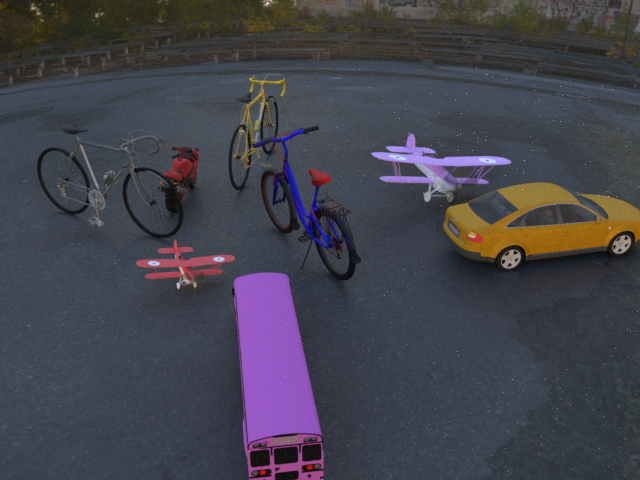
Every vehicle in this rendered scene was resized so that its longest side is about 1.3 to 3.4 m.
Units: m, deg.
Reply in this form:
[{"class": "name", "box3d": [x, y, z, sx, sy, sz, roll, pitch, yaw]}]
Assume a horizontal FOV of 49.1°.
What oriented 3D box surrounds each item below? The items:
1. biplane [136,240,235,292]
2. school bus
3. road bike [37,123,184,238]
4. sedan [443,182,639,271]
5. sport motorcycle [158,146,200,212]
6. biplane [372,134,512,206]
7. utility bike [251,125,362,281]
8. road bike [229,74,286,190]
[{"class": "biplane", "box3d": [-1.863, 0.337, 9.659, 1.336, 0.504, 1.090, -12, 30, -21]}, {"class": "school bus", "box3d": [-0.533, 1.267, 7.514, 0.709, 0.844, 3.322, -4, 28, -8]}, {"class": "road bike", "box3d": [-3.368, -0.979, 10.935, 3.004, 1.656, 0.697, 14, 31, 24]}, {"class": "sedan", "box3d": [3.410, -0.323, 10.452, 3.137, 0.940, 1.235, -6, 28, -12]}, {"class": "sport motorcycle", "box3d": [-2.385, -1.076, 12.021, 0.506, 0.821, 1.520, 3, 28, 6]}, {"class": "biplane", "box3d": [1.987, -1.275, 12.229, 2.598, 0.981, 2.120, -9, 29, -16]}, {"class": "utility bike", "box3d": [-0.298, -0.571, 9.956, 1.039, 1.839, 2.791, -15, 31, -27]}, {"class": "road bike", "box3d": [-1.206, -2.094, 13.069, 0.696, 1.656, 3.004, 6, 28, 11]}]
